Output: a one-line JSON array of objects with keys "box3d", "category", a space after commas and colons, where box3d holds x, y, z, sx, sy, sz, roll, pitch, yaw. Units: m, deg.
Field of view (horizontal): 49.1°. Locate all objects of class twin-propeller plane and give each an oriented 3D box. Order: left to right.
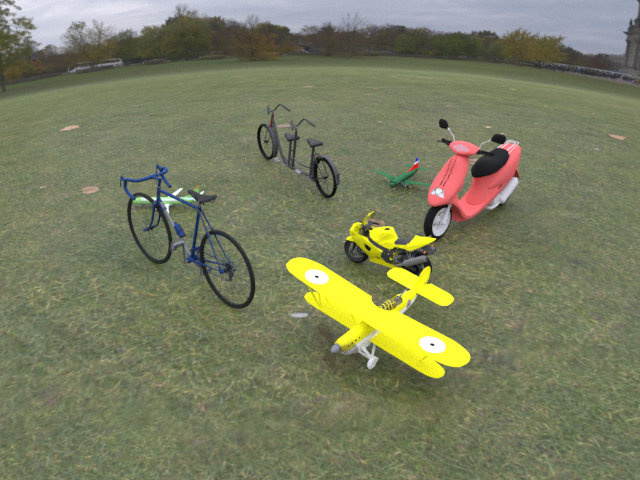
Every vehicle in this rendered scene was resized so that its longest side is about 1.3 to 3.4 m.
[{"box3d": [1.666, -1.287, 13.732, 1.370, 0.407, 1.095, 18, 33, 31], "category": "twin-propeller plane"}]

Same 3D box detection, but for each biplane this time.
[{"box3d": [0.834, 0.953, 8.773, 2.598, 0.981, 2.120, 21, 34, 34], "category": "biplane"}]

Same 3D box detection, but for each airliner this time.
[{"box3d": [-2.803, -0.801, 12.768, 1.307, 0.429, 1.161, 1, 27, 2], "category": "airliner"}]

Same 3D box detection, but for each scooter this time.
[{"box3d": [2.673, -1.147, 11.960, 2.721, 1.786, 1.288, -25, 36, -39], "category": "scooter"}]

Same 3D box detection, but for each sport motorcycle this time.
[{"box3d": [1.028, 0.115, 10.568, 1.520, 0.821, 0.506, 17, 32, 29], "category": "sport motorcycle"}]

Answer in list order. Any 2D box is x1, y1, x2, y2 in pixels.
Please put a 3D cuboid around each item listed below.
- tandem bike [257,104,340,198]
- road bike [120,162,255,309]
[{"box3d": [-0.506, -1.851, 13.822, 0.550, 1.326, 3.192, -16, 31, -28], "category": "tandem bike"}, {"box3d": [-1.955, -0.104, 10.083, 3.004, 1.656, 0.697, 24, 35, 38], "category": "road bike"}]
